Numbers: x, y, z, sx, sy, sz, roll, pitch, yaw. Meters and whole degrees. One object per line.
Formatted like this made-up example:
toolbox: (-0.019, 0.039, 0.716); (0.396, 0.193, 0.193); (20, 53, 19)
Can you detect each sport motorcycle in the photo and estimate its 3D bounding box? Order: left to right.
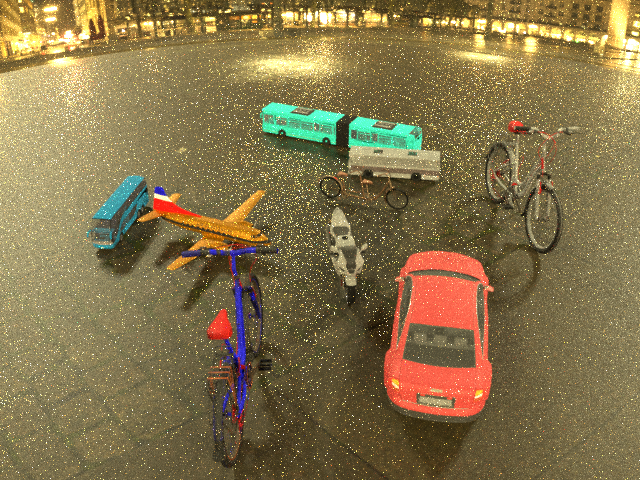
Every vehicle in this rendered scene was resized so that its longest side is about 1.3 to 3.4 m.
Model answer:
sport motorcycle: (0.343, 0.214, 9.894); (0.506, 0.821, 1.520); (-3, 31, -6)

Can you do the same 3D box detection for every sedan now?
sedan: (1.489, 0.925, 8.593); (1.235, 0.940, 3.137); (6, 31, 9)

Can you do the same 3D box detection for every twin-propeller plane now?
twin-propeller plane: (-1.699, -0.299, 10.778); (2.129, 0.792, 2.663); (13, 33, 21)

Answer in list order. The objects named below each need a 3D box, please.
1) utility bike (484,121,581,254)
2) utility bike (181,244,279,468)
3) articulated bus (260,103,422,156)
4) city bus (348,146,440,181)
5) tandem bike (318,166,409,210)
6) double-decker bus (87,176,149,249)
utility bike: (3.304, -1.099, 11.094); (1.039, 1.839, 2.791); (-5, 31, -9)
utility bike: (-0.975, 1.027, 7.549); (1.039, 1.839, 2.791); (2, 31, 3)
articulated bus: (0.375, -2.250, 14.255); (3.401, 0.561, 0.605); (14, 34, 21)
city bus: (1.373, -1.406, 12.946); (1.674, 0.460, 0.476); (5, 31, 8)
tandem bike: (0.723, -0.928, 11.935); (1.642, 0.682, 0.283); (12, 33, 19)
double-decker bus: (-3.215, -0.448, 11.271); (0.389, 0.541, 1.672); (4, 31, 7)
